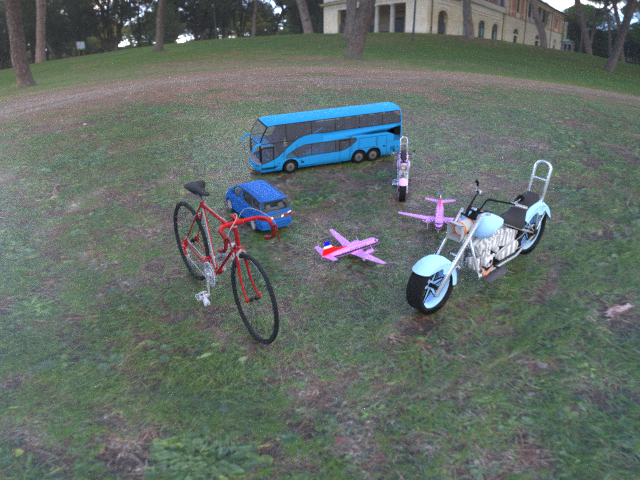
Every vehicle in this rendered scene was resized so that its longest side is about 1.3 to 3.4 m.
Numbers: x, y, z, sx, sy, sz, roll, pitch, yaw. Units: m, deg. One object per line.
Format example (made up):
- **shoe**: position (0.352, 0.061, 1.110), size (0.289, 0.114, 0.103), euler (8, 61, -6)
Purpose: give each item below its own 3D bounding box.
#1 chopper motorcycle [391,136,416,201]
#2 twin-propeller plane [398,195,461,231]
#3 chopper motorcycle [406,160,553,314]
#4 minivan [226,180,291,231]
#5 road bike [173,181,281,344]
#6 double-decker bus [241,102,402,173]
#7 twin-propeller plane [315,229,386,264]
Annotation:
- **chopper motorcycle**: position (1.537, -1.327, 12.967), size (0.466, 0.761, 1.563), euler (3, 27, 5)
- **twin-propeller plane**: position (2.000, -0.477, 11.701), size (1.370, 0.407, 1.095), euler (5, 28, 9)
- **chopper motorcycle**: position (2.301, -0.090, 9.777), size (3.040, 1.480, 0.906), euler (-23, 35, -37)
- **minivan**: position (-1.073, -0.669, 11.848), size (0.681, 0.616, 1.548), euler (-15, 31, -27)
- **road bike**: position (-1.317, 0.147, 9.125), size (0.696, 1.656, 3.004), euler (-17, 32, -29)
- **double-decker bus**: position (0.087, -2.057, 14.069), size (3.251, 1.052, 0.756), euler (-10, 29, -19)
- **twin-propeller plane**: position (0.478, 0.085, 10.609), size (1.095, 0.407, 1.370), euler (-18, 32, -31)
